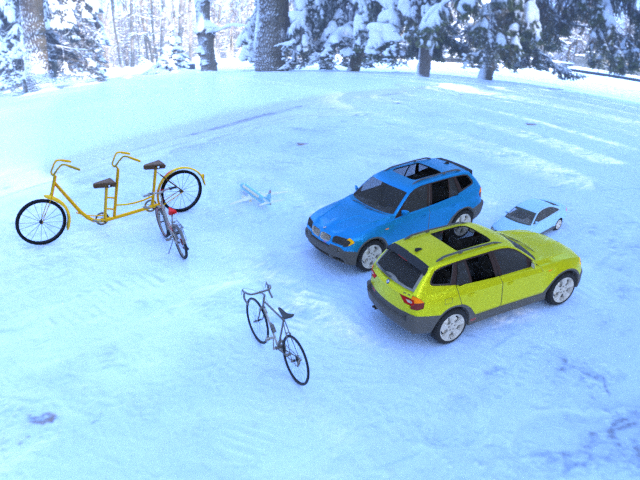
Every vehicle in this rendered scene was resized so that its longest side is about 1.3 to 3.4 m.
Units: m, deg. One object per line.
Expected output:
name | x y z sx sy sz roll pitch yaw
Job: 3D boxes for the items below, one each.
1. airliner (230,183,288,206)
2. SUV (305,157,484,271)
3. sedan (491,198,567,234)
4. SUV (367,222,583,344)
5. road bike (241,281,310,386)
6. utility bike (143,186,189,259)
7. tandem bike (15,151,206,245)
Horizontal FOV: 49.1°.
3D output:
airliner | -1.160 -0.899 12.610 1.161 0.429 1.307 -15 30 -27
SUV | 1.219 -0.515 11.058 3.058 1.128 1.276 -18 32 -31
sedan | 3.414 -0.347 11.444 1.613 0.483 0.635 -22 34 -37
SUV | 2.111 0.365 9.295 3.058 1.128 1.276 -14 30 -26
road bike | -0.524 1.062 8.210 0.358 0.852 1.545 -15 30 -28
utility bike | -2.366 -0.289 10.810 0.535 0.946 1.435 -14 30 -27
tandem bike | -3.349 -0.812 11.433 3.192 1.326 0.550 -16 31 -29
